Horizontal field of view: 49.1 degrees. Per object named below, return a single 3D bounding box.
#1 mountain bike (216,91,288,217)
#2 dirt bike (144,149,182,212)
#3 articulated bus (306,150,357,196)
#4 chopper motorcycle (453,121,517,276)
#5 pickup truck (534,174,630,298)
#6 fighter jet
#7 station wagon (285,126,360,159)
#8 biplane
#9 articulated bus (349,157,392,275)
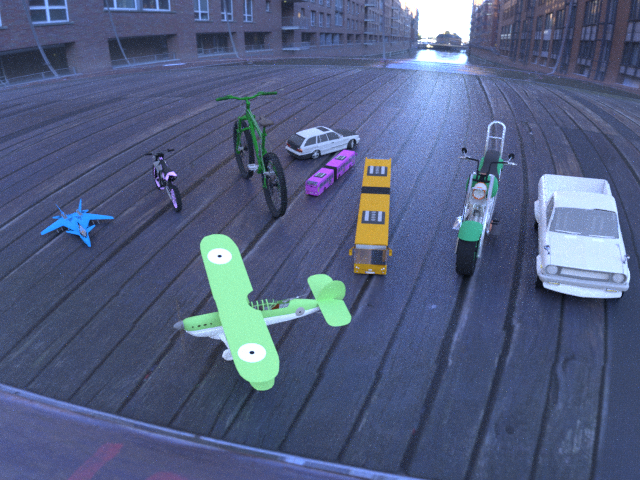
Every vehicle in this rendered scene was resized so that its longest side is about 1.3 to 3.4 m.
[{"bbox_3d":[-1.091,-1.572,12.215,1.114,1.688,2.857,-11,30,-19],"label":"mountain bike"},{"bbox_3d":[-2.704,-1.095,12.207,0.527,0.857,1.493,-14,32,-24],"label":"dirt bike"},{"bbox_3d":[0.220,-1.277,13.137,0.311,0.289,1.749,13,31,22],"label":"articulated bus"},{"bbox_3d":[2.506,-0.713,10.849,0.906,1.480,3.040,9,30,17],"label":"chopper motorcycle"},{"bbox_3d":[3.875,-0.239,10.486,1.244,0.993,3.117,7,29,13],"label":"pickup truck"},{"bbox_3d":[-3.876,-0.253,11.252,1.147,0.286,1.358,-15,32,-26],"label":"fighter jet"},{"bbox_3d":[0.083,-2.068,14.402,1.597,0.473,0.682,-20,34,-32],"label":"station wagon"},{"bbox_3d":[-0.684,0.898,8.404,2.120,0.981,2.598,-9,30,-16],"label":"biplane"},{"bbox_3d":[0.888,-0.500,11.420,0.605,0.561,3.401,3,29,5],"label":"articulated bus"}]
